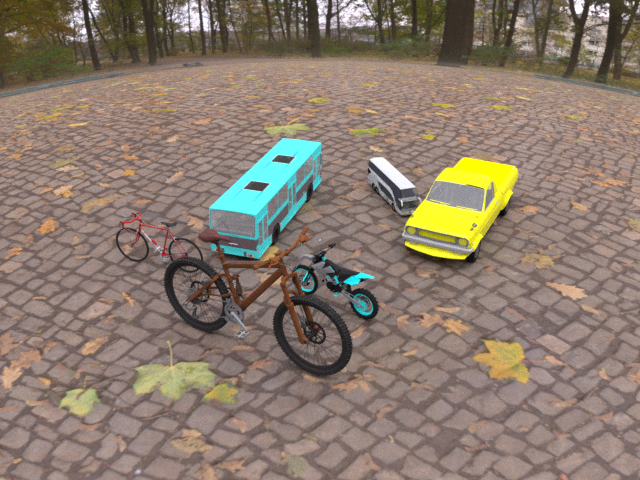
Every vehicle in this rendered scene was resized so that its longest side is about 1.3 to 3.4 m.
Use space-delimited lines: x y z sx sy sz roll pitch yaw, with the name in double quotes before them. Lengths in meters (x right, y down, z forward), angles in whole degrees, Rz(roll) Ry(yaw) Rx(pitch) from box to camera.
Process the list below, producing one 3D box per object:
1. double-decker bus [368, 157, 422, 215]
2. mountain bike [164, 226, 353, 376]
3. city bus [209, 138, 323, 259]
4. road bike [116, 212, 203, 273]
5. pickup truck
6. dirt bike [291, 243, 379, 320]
"double-decker bus" 1.338 -0.989 12.933 0.389 0.541 1.672 -9 30 -16
"mountain bike" -0.862 0.676 8.693 2.857 1.688 1.114 16 33 27
"city bus" -0.837 -0.774 12.170 0.926 0.894 3.255 9 30 16
"road bike" -2.486 0.042 10.724 1.545 0.852 0.358 10 30 18
"pickup truck" 2.468 -0.695 11.923 1.244 0.993 3.117 14 32 24
"dirt bike" 0.185 0.560 9.772 1.493 0.857 0.527 20 34 32
